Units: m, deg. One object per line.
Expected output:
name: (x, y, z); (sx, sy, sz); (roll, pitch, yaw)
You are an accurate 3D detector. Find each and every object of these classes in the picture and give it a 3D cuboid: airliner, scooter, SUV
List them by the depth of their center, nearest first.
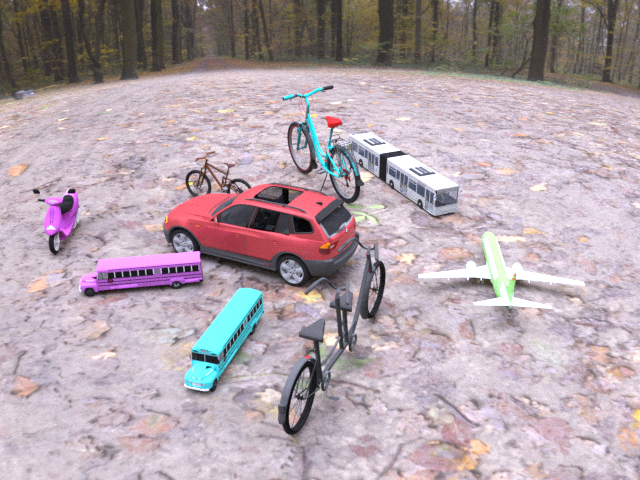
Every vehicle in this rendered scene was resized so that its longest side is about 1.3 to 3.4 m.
airliner: (2.528, 0.260, 9.873); (2.257, 0.835, 2.541); (2, 27, 5)
SUV: (-0.925, -0.256, 10.574); (3.058, 1.128, 1.276); (13, 29, 24)
scooter: (-4.130, -0.453, 11.199); (0.662, 0.919, 1.399); (-1, 27, -1)

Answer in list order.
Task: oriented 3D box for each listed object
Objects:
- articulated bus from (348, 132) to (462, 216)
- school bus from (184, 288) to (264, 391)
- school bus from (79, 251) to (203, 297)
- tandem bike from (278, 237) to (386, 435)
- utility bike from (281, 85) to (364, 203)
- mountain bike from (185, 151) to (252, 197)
articulated bus: (1.497, -1.337, 13.362); (0.605, 0.561, 3.401); (-12, 29, -22)
school bus: (-1.144, 1.182, 8.480); (0.365, 0.434, 1.708); (8, 28, 15)
school bus: (-2.530, 0.468, 9.904); (1.708, 0.434, 0.365); (-5, 27, -9)
tandem bike: (0.233, 0.908, 8.034); (0.550, 1.326, 3.192); (11, 29, 20)
utility bike: (-0.046, -1.794, 12.847); (1.039, 1.839, 2.791); (-14, 30, -26)
mountain bike: (-1.804, -1.050, 12.447); (1.469, 0.868, 0.573); (13, 30, 25)
